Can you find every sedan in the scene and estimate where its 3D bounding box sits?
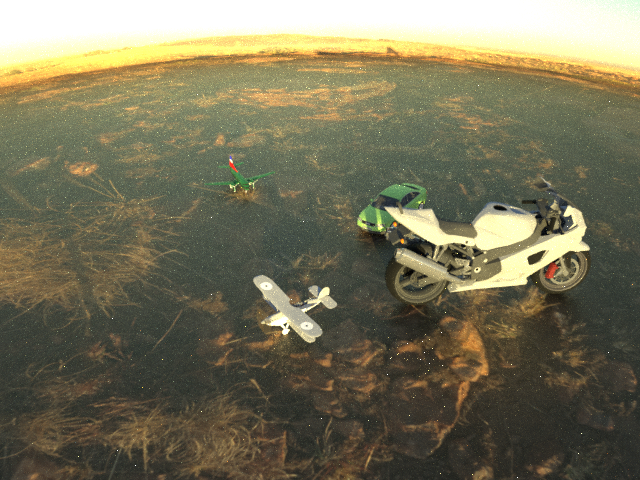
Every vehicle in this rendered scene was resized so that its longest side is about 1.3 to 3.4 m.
[{"bbox_3d":[1.229,-0.590,11.790,0.635,0.483,1.613,19,34,31],"label":"sedan"}]

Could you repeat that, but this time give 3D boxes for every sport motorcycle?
[{"bbox_3d":[2.281,0.105,9.386,2.955,1.596,0.983,-4,29,-6],"label":"sport motorcycle"}]

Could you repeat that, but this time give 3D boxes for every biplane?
[{"bbox_3d":[-0.297,0.904,9.070,1.090,0.504,1.336,-21,35,-32],"label":"biplane"}]

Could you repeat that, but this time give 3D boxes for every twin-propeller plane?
[{"bbox_3d":[-1.510,-1.217,13.003,1.370,0.407,1.095,-12,31,-21],"label":"twin-propeller plane"}]
